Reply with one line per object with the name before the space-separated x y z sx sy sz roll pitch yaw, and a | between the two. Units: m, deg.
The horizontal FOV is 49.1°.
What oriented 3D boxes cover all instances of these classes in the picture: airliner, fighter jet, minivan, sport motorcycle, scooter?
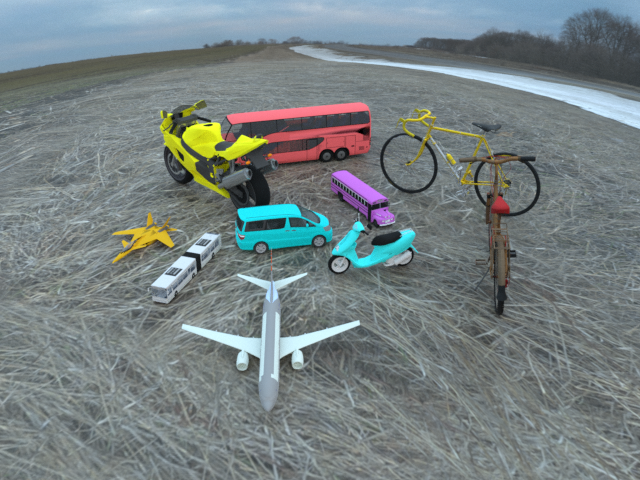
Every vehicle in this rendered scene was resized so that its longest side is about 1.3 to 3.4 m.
airliner | -0.610 1.047 8.578 2.257 0.835 2.541 -1 28 -2
fighter jet | -2.899 -0.019 11.159 1.147 0.286 1.358 11 30 20
minivan | -0.570 -0.225 11.195 1.548 0.616 0.681 -7 29 -12
sport motorcycle | -1.915 -1.468 12.482 2.955 1.596 0.983 25 37 38
scooter | 0.798 0.038 10.381 1.399 0.919 0.662 -6 29 -12

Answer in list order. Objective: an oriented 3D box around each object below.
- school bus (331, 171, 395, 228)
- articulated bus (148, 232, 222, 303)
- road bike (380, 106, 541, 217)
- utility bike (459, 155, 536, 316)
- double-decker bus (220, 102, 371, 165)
school bus | 0.749 -0.734 12.341 0.365 0.434 1.708 -14 31 -24
articulated bus | -1.959 0.381 10.406 0.311 0.289 1.749 9 29 16
road bike | 2.400 -1.388 12.270 3.004 1.656 0.696 16 32 28
utility bike | 2.424 -0.225 9.897 1.039 1.839 2.791 4 28 8
double-decker bus | -0.555 -2.117 14.276 3.251 1.052 0.756 -8 29 -15
